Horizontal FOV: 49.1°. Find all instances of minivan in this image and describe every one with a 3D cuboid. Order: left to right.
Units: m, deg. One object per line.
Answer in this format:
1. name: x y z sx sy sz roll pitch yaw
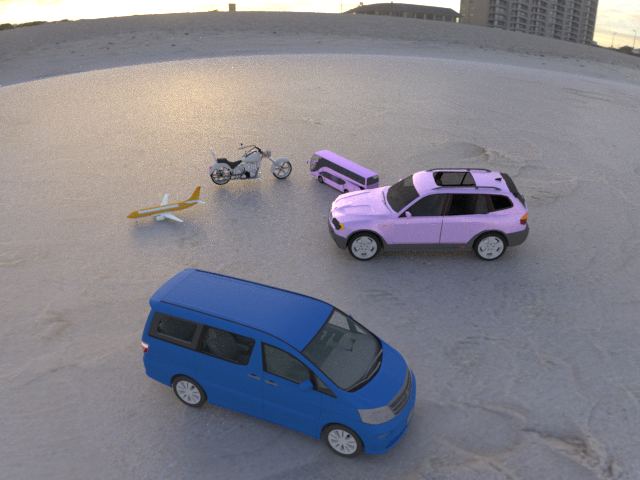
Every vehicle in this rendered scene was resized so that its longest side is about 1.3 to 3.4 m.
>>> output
1. minivan: -0.444 1.246 7.609 3.011 1.197 1.324 12 31 21

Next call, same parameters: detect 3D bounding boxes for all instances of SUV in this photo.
1. SUV: 1.651 -0.453 10.771 3.058 1.128 1.276 0 29 0

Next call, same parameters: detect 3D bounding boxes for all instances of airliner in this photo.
1. airliner: -2.607 -0.611 11.784 1.307 0.429 1.161 -11 31 -20

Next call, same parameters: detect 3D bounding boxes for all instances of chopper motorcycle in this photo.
1. chopper motorcycle: -1.287 -1.422 12.915 1.563 0.761 0.466 -9 30 -16

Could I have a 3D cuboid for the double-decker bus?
1. double-decker bus: 0.409 -1.181 12.705 0.389 0.541 1.672 -21 35 -33
